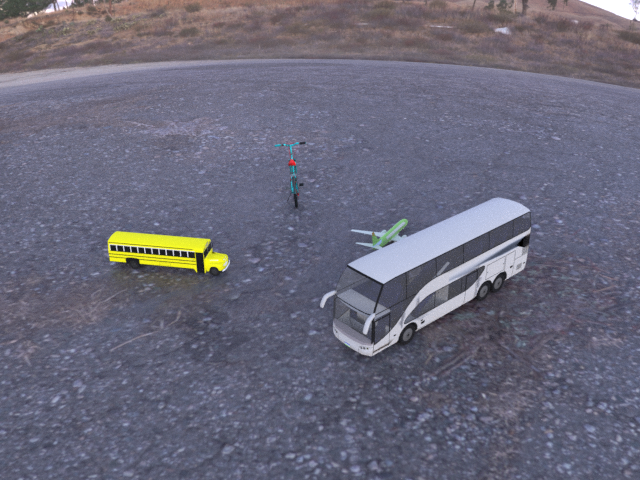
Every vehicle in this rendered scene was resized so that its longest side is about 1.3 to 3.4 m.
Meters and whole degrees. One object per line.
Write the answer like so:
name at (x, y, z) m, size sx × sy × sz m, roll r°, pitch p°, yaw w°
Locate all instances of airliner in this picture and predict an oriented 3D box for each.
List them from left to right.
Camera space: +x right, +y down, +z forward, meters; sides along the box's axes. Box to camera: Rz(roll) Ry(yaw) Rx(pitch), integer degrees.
airliner at (1.060, -0.160, 10.595) m, size 1.161 × 0.429 × 1.307 m, roll 15°, pitch 31°, yaw 27°

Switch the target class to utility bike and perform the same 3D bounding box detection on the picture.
utility bike at (-0.496, -1.165, 11.968) m, size 0.535 × 0.946 × 1.435 m, roll -2°, pitch 27°, yaw -3°

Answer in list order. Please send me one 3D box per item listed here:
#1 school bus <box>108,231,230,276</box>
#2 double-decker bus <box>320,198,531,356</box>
school bus at (-2.135, 0.180, 9.935) m, size 1.708 × 0.434 × 0.365 m, roll 5°, pitch 28°, yaw 9°
double-decker bus at (1.463, 0.409, 8.824) m, size 3.251 × 1.052 × 0.756 m, roll -22°, pitch 35°, yaw -36°
